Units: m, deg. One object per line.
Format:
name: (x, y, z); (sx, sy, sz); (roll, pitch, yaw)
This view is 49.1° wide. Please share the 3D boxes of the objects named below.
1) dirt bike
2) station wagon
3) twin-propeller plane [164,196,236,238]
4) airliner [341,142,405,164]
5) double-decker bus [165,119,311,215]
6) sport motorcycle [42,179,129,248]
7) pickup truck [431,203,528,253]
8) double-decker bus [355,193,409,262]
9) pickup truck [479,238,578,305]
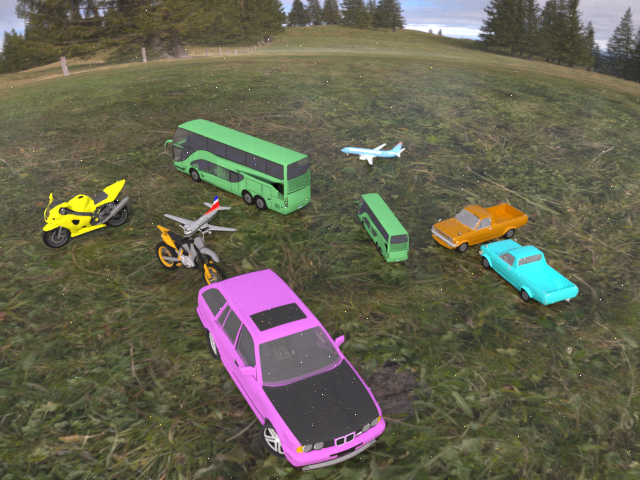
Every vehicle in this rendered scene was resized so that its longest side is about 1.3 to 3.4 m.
dirt bike: (-1.882, 0.223, 10.100); (1.493, 0.857, 0.527); (22, 36, 33)
station wagon: (-0.442, 1.289, 8.123); (1.327, 0.920, 3.105); (-14, 32, -24)
twin-propeller plane: (-1.948, -0.363, 11.612); (1.370, 0.407, 1.095); (12, 31, 20)
airliner: (1.055, -1.869, 14.289); (1.307, 0.429, 1.161); (9, 30, 16)
double-decker bus: (-1.538, -1.403, 12.815); (3.251, 1.052, 0.756); (24, 37, 36)
sport motorcycle: (-3.782, -0.427, 11.302); (1.520, 0.821, 0.506); (-25, 38, -38)
pickup truck: (2.597, -0.272, 11.343); (1.603, 0.511, 0.640); (-15, 32, -25)
double-decker bus: (0.986, -0.239, 11.252); (0.389, 0.541, 1.672); (-7, 30, -12)
pickup truck: (2.984, 0.409, 10.123); (0.640, 0.511, 1.603); (-12, 31, -20)
